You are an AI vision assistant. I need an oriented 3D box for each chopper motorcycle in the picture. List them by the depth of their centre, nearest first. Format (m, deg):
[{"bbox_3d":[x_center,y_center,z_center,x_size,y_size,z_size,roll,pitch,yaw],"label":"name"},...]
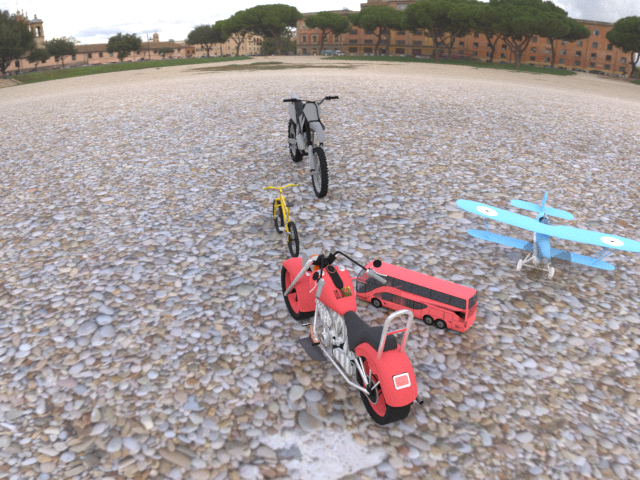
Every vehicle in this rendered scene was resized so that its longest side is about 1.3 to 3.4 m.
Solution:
[{"bbox_3d":[0.202,0.764,7.836,0.906,1.480,3.040,-11,28,-21],"label":"chopper motorcycle"}]

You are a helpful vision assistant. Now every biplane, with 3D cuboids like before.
[{"bbox_3d":[3.278,-0.093,10.175,2.598,0.981,2.120,7,27,13],"label":"biplane"}]

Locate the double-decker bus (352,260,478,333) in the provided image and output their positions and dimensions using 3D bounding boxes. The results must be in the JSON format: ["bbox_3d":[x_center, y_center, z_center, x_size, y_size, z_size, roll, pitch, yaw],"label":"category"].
[{"bbox_3d":[1.197,0.699,9.045,1.672,0.541,0.389,16,30,30],"label":"double-decker bus"}]

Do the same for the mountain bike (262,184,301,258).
[{"bbox_3d":[-0.536,-0.333,10.799,0.573,0.868,1.469,-8,27,-15],"label":"mountain bike"}]

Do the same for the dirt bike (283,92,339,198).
[{"bbox_3d":[-0.238,-1.962,13.244,1.024,1.666,2.903,-6,27,-12],"label":"dirt bike"}]
